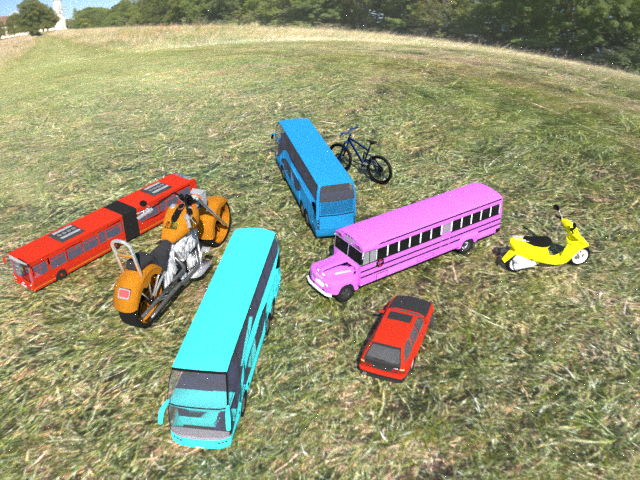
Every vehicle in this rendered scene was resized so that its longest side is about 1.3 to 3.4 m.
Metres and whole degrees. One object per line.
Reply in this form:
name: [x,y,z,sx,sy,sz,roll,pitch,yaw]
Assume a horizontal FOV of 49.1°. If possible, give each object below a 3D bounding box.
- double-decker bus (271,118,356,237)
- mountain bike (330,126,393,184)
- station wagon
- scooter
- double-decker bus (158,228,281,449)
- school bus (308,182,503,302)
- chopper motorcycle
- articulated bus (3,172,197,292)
double-decker bus: [-0.159,-1.208,12.289,0.756,1.052,3.251,-8,32,-13]
mountain bike: [0.740,-1.576,13.084,1.469,0.868,0.573,22,37,32]
station wagon: [1.015,1.146,8.915,0.682,0.473,1.597,12,33,18]
scooter: [3.394,0.034,10.342,1.399,0.919,0.662,-5,31,-9]
double-decker bus: [-1.074,1.076,8.469,0.756,1.052,3.251,4,31,6]
school bus: [1.320,-0.020,10.506,3.322,0.844,0.709,-19,36,-29]
chopper motorcycle: [-2.003,-0.032,9.906,0.906,1.480,3.040,9,32,15]
articulated bus: [-3.305,-0.220,11.115,0.605,0.561,3.401,20,36,30]
